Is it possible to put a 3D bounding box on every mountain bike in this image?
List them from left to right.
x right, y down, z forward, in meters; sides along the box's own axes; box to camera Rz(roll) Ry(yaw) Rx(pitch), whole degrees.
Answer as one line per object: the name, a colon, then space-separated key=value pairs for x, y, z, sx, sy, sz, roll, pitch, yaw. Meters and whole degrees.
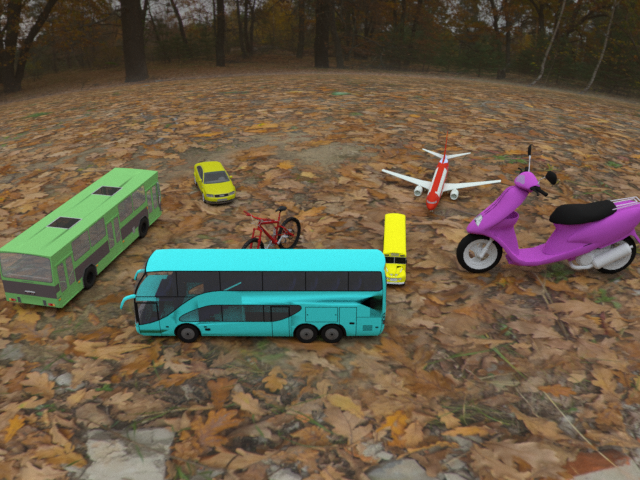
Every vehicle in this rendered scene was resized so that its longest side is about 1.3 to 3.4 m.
mountain bike: x=-0.742 y=-0.063 z=10.519 sx=0.573 sy=0.868 sz=1.469 roll=17 pitch=31 yaw=31

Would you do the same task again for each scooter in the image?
scooter: x=3.357 y=-0.320 z=10.000 sx=2.721 sy=1.786 sz=1.288 roll=0 pitch=26 yaw=0

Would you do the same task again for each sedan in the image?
sedan: x=-1.994 y=-1.139 z=13.160 sx=0.635 sy=0.483 sz=1.613 roll=-8 pitch=27 yaw=-16

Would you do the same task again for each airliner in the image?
airliner: x=2.227 y=-1.281 z=13.049 sx=2.257 sy=0.835 sz=2.541 roll=7 pitch=27 yaw=14

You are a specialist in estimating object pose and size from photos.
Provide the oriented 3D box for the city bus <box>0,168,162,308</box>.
city bus: x=-3.452 y=-0.111 z=10.587 sx=0.926 sy=0.894 sz=3.255 roll=6 pitch=27 yaw=12

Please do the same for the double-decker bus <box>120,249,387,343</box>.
double-decker bus: x=-0.794 y=0.676 z=8.798 sx=3.251 sy=1.052 sz=0.756 roll=0 pitch=26 yaw=0

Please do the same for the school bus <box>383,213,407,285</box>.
school bus: x=1.128 y=0.128 z=10.623 sx=0.365 sy=0.434 sz=1.708 roll=3 pitch=26 yaw=5
